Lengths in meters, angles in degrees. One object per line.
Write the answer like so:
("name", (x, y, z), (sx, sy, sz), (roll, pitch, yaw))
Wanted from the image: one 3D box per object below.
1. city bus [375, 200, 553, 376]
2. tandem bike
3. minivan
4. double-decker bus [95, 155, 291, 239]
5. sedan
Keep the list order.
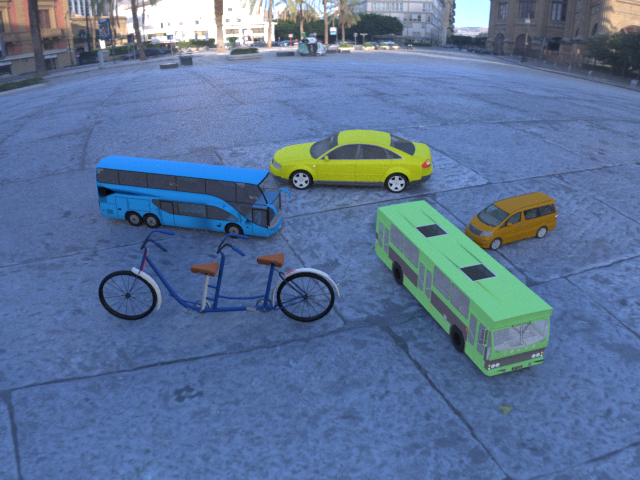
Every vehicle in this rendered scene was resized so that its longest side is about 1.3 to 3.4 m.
("city bus", (1.776, 0.538, 9.502), (0.926, 0.894, 3.255), (-10, 29, -18))
("tandem bike", (-1.327, 0.508, 9.098), (3.192, 1.326, 0.550), (0, 28, 1))
("minivan", (3.123, -0.330, 11.440), (1.548, 0.616, 0.681), (-13, 30, -22))
("double-decker bus", (-2.147, -0.729, 11.728), (3.251, 1.052, 0.756), (7, 29, 13))
("sedan", (0.598, -1.587, 13.468), (3.137, 0.940, 1.235), (2, 28, 4))
